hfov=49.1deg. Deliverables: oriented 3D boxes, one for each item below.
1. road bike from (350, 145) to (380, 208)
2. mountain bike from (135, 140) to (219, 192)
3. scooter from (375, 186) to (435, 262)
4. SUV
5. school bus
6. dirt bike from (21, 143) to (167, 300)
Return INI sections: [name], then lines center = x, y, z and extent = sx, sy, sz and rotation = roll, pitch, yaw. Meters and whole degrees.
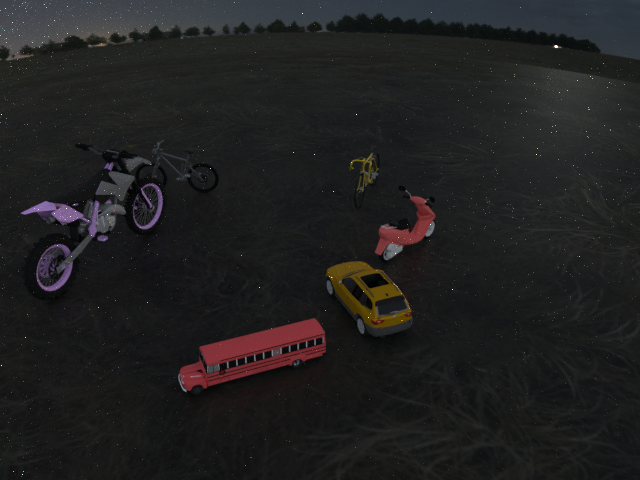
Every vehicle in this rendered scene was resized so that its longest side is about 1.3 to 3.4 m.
[road bike]
center = 0.826, -1.156, 12.098
extent = 0.358, 0.852, 1.545
rotation = 10, 30, 17
[mountain bike]
center = -2.507, -1.230, 12.214
extent = 1.469, 0.868, 0.573
rotation = 1, 29, 1
[scooter]
center = 1.311, -0.255, 10.400
extent = 0.662, 0.919, 1.399
rotation = 25, 37, 37
[SUV]
center = 0.612, 0.665, 9.084
extent = 0.656, 0.580, 1.572
rotation = -12, 31, -20
[school bus]
center = -0.774, 1.327, 8.039
extent = 1.708, 0.434, 0.365
rotation = -12, 31, -20
[dirt bike]
center = -3.140, -0.414, 9.915
extent = 1.024, 1.666, 2.903
rotation = 13, 32, 22
